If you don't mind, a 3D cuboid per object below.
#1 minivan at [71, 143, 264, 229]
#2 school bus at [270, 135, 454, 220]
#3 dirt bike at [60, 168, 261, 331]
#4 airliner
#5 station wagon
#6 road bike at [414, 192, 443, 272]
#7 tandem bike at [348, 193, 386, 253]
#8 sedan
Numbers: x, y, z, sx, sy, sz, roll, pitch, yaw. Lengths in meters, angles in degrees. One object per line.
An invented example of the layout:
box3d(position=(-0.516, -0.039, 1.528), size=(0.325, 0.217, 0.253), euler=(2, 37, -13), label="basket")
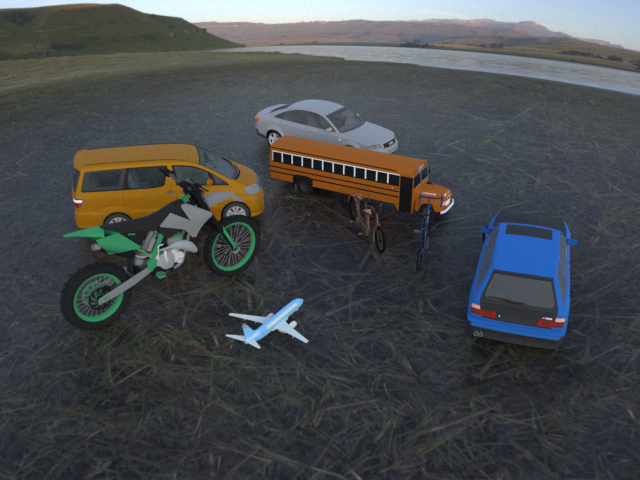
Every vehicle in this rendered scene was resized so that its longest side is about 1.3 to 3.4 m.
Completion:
box3d(position=(-2.423, -0.890, 11.323), size=(3.011, 1.197, 1.324), euler=(-6, 28, -12), label="minivan")
box3d(position=(0.695, -1.125, 12.169), size=(3.322, 0.844, 0.709), euler=(14, 30, 25), label="school bus")
box3d(position=(-1.976, 0.047, 8.981), size=(2.903, 1.666, 1.024), euler=(-21, 34, -35), label="dirt bike")
box3d(position=(-0.567, 0.927, 8.621), size=(1.161, 0.429, 1.307), euler=(16, 31, 28), label="airliner")
box3d(position=(2.747, 0.260, 9.382), size=(1.327, 0.920, 3.105), euler=(9, 28, 16), label="station wagon")
box3d(position=(1.553, -0.167, 10.292), size=(0.358, 0.852, 1.545), euler=(7, 28, 13), label="road bike")
box3d(position=(0.720, -0.393, 10.917), size=(0.283, 0.682, 1.642), euler=(-8, 28, -15), label="tandem bike")
box3d(position=(0.109, -2.306, 14.367), size=(3.137, 0.940, 1.235), euler=(16, 31, 29), label="sedan")
